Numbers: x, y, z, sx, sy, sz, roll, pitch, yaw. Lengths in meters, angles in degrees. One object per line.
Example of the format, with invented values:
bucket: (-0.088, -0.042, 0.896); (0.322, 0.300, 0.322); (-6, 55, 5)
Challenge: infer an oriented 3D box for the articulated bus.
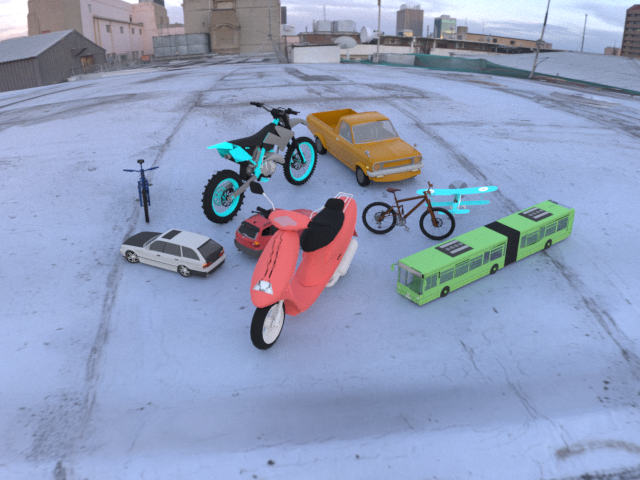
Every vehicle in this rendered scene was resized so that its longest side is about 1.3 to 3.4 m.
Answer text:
articulated bus: (2.485, 0.113, 10.204); (3.401, 0.561, 0.605); (-19, 33, -33)

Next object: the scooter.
scooter: (-0.155, 0.072, 8.945); (1.288, 1.786, 2.721); (13, 30, 24)

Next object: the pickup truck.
pickup truck: (0.810, -2.017, 13.867); (1.244, 0.993, 3.117); (-12, 29, -21)

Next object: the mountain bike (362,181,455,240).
mountain bike: (1.384, -0.436, 10.934); (1.469, 0.868, 0.573); (6, 28, 12)

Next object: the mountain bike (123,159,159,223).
mountain bike: (-2.986, -0.904, 11.843); (0.573, 0.868, 1.469); (-7, 28, -13)

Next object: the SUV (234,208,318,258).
SUV: (-0.581, -0.189, 10.770); (1.572, 0.580, 0.656); (-24, 36, -38)

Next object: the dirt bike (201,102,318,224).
dirt bike: (-0.970, -1.408, 11.951); (1.024, 1.666, 2.903); (19, 33, 33)

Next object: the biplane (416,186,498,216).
biplane: (2.258, -0.640, 11.728); (1.336, 0.504, 1.090); (7, 28, 13)

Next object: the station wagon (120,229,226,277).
station wagon: (-2.187, 0.117, 10.292); (1.597, 0.473, 0.682); (12, 30, 22)
